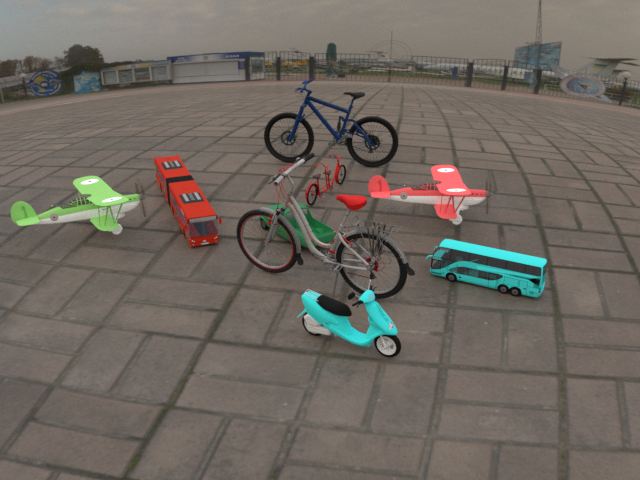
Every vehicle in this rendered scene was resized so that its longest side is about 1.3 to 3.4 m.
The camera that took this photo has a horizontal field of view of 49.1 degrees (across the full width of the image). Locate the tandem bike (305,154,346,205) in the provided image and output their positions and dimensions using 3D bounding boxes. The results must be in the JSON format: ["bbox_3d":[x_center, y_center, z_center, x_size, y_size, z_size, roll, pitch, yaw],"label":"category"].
[{"bbox_3d":[0.126,-1.175,13.189,0.283,0.682,1.642,13,28,25],"label":"tandem bike"}]

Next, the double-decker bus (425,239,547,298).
[{"bbox_3d":[2.364,0.388,10.012,1.672,0.541,0.389,13,28,25],"label":"double-decker bus"}]

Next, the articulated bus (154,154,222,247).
[{"bbox_3d":[-2.443,-0.788,12.503,0.605,0.561,3.401,-9,27,-19],"label":"articulated bus"}]

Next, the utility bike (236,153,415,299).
[{"bbox_3d":[-0.038,-0.124,9.575,2.791,1.839,1.039,12,28,24],"label":"utility bike"}]

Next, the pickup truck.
[{"bbox_3d":[-0.396,-0.284,11.484,0.640,0.511,1.603,-16,30,-31],"label":"pickup truck"}]

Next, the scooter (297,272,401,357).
[{"bbox_3d":[0.347,0.885,8.502,1.399,0.919,0.662,13,28,25],"label":"scooter"}]

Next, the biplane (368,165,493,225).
[{"bbox_3d":[1.889,-0.795,12.024,2.120,0.981,2.598,2,25,4],"label":"biplane"}]

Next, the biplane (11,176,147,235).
[{"bbox_3d":[-3.884,-0.505,11.403,2.120,0.981,2.598,-13,28,-26],"label":"biplane"}]

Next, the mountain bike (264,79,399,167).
[{"bbox_3d":[0.217,-2.376,14.571,2.857,1.688,1.114,4,25,9],"label":"mountain bike"}]
